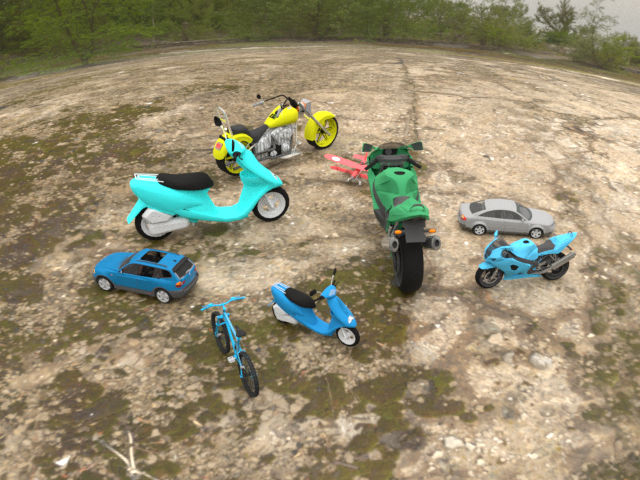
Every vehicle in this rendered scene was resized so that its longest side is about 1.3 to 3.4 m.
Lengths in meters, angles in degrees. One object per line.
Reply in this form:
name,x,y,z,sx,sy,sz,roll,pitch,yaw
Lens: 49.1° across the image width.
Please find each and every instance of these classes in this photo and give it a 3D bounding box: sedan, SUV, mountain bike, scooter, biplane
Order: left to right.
SUV,-2.565,0.441,10.243,1.572,0.580,0.656,10,32,16
scooter,-1.812,-0.938,11.409,2.721,1.786,1.288,-10,32,-17
mountain bike,-1.063,1.255,8.566,0.573,0.868,1.469,-15,33,-24
scooter,-0.092,0.855,9.201,1.399,0.919,0.662,16,34,26
biplane,0.777,-1.376,13.428,1.336,0.504,1.090,9,32,16
sedan,3.137,-0.401,11.780,1.613,0.483,0.635,4,31,6

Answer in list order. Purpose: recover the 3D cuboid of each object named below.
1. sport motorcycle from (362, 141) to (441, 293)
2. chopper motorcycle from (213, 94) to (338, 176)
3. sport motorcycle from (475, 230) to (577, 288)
sport motorcycle,1.204,-0.472,10.799,0.983,1.596,2.955,-2,30,-4
chopper motorcycle,-0.813,-2.237,13.934,3.040,1.480,0.906,-24,38,-35
sport motorcycle,3.010,0.286,10.271,1.520,0.821,0.506,-7,31,-11
